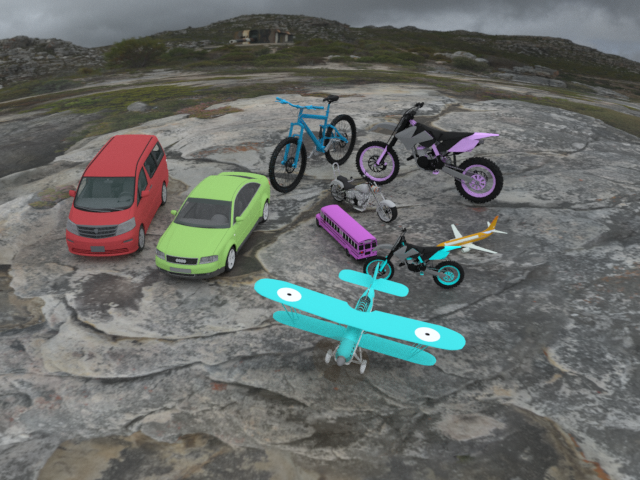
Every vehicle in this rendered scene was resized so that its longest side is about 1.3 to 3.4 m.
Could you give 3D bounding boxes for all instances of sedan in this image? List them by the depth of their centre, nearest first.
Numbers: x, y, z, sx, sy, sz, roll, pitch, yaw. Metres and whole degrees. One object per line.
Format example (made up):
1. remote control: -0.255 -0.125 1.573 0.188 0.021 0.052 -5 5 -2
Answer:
1. sedan: -1.709 -0.414 11.583 1.235 0.940 3.137 6 28 11

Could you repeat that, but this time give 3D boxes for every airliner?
1. airliner: 2.412 -0.082 11.498 1.307 0.429 1.161 -13 30 -24

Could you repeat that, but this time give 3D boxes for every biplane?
1. biplane: 0.540 0.985 8.833 2.598 0.981 2.120 7 28 14

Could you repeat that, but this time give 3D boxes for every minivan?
1. minivan: -3.454 -0.825 12.098 1.324 1.197 3.011 0 27 0

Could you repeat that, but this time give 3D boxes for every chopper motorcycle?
1. chopper motorcycle: 0.767 -0.860 12.640 0.466 0.761 1.563 -25 36 -39

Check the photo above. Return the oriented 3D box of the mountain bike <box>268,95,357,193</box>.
1. mountain bike: -0.094 -2.031 13.898 1.114 1.688 2.857 18 33 31

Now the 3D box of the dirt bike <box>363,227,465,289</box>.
1. dirt bike: 1.381 0.313 10.269 1.493 0.857 0.527 3 27 6

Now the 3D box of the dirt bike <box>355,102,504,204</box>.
1. dirt bike: 2.023 -1.628 13.140 2.903 1.666 1.024 12 30 22

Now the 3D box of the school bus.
1. school bus: 0.399 -0.167 11.656 0.365 0.434 1.708 -12 30 -22
